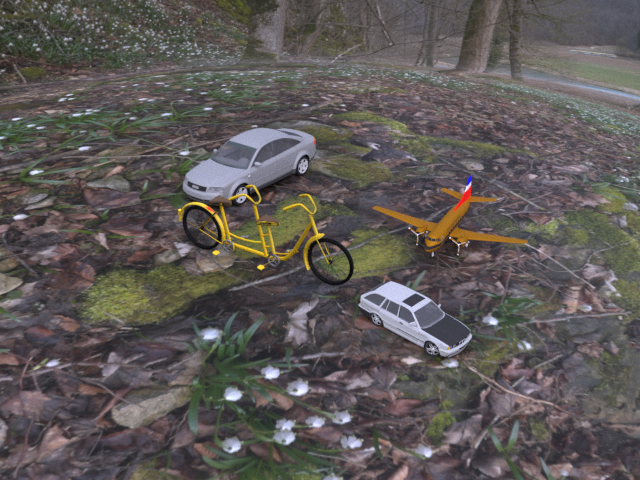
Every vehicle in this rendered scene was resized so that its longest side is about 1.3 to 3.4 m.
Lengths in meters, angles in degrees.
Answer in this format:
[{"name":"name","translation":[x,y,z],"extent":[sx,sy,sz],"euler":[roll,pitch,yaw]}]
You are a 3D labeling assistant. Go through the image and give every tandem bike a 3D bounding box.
[{"name":"tandem bike","translation":[-0.910,-0.186,10.727],"extent":[3.192,1.326,0.550],"euler":[14,31,25]}]

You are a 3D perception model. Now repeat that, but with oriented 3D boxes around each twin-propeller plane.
[{"name":"twin-propeller plane","translation":[2.182,-0.397,11.682],"extent":[2.663,0.792,2.129],"euler":[15,32,25]}]

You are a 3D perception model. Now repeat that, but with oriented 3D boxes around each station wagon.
[{"name":"station wagon","translation":[1.272,1.012,9.398],"extent":[0.682,0.473,1.597],"euler":[-25,37,-38]}]

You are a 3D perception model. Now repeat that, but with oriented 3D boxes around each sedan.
[{"name":"sedan","translation":[-1.330,-1.569,13.707],"extent":[1.235,0.940,3.137],"euler":[20,34,33]}]
